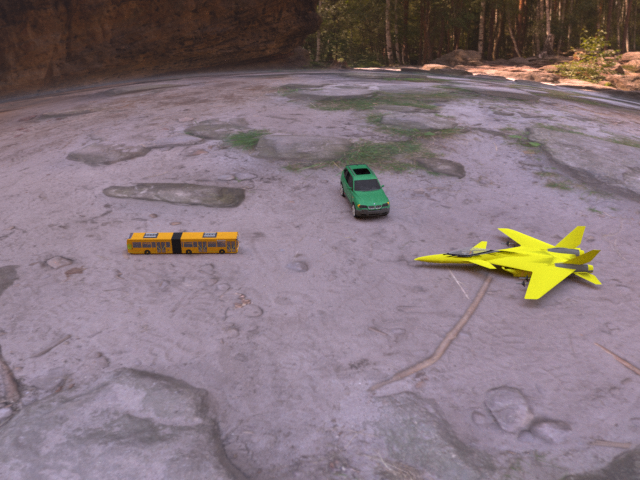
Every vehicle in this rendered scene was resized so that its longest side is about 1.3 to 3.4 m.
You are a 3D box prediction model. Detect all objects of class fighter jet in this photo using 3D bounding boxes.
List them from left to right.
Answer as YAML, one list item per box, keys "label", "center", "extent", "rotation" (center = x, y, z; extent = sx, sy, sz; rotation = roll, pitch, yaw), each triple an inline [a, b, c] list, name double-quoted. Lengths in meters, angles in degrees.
- label: "fighter jet"
  center: [2.748, 0.179, 10.502]
  extent: [2.640, 0.557, 2.229]
  rotation: [2, 27, 3]

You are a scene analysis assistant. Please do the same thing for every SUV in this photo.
- label: "SUV"
  center: [0.792, -0.917, 12.663]
  extent: [0.656, 0.580, 1.572]
  rotation: [-5, 27, -10]

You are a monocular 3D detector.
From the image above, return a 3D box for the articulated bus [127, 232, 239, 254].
- label: "articulated bus"
  center: [-2.149, 0.045, 11.068]
  extent: [1.749, 0.289, 0.311]
  rotation: [0, 27, -1]
